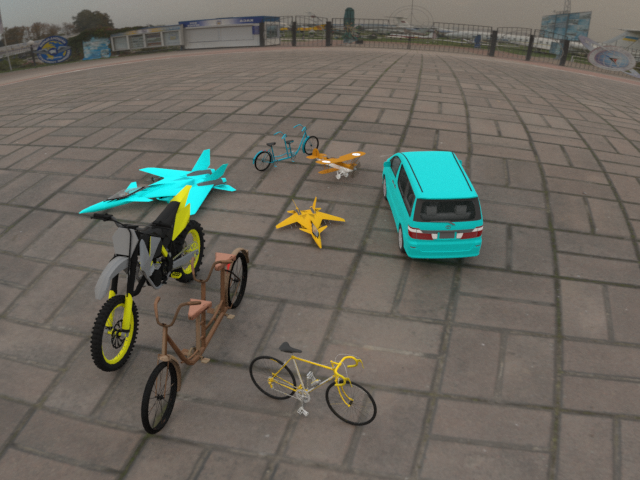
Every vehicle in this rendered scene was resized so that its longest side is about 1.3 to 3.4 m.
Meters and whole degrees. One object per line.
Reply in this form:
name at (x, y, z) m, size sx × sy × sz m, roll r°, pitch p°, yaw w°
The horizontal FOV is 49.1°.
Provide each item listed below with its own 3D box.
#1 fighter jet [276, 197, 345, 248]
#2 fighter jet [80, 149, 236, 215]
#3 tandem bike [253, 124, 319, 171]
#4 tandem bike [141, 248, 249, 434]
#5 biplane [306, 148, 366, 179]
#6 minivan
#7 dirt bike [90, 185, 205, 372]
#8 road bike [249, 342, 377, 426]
fighter jet at (-0.129, -0.277, 11.334) m, size 1.147 × 0.286 × 1.358 m, roll -6°, pitch 30°, yaw -11°
fighter jet at (-2.914, -0.945, 12.231) m, size 2.640 × 0.557 × 2.229 m, roll -17°, pitch 34°, yaw -27°
tandem bike at (-0.648, -1.817, 13.633) m, size 1.642 × 0.682 × 0.283 m, roll -23°, pitch 37°, yaw -35°
tandem bike at (-1.398, 0.853, 8.307) m, size 0.550 × 1.326 × 3.192 m, roll 7°, pitch 30°, yaw 12°
biplane at (0.275, -1.461, 13.189) m, size 1.090 × 0.504 × 1.336 m, roll 23°, pitch 37°, yaw 35°
minivan at (1.746, -0.792, 11.318) m, size 1.324 × 1.197 × 3.011 m, roll -1°, pitch 30°, yaw -3°
dirt bike at (-2.133, 0.309, 8.916) m, size 1.024 × 1.666 × 2.903 m, roll 8°, pitch 31°, yaw 13°
road bike at (-0.101, 1.534, 7.593) m, size 1.545 × 0.852 × 0.358 m, roll 13°, pitch 32°, yaw 22°
